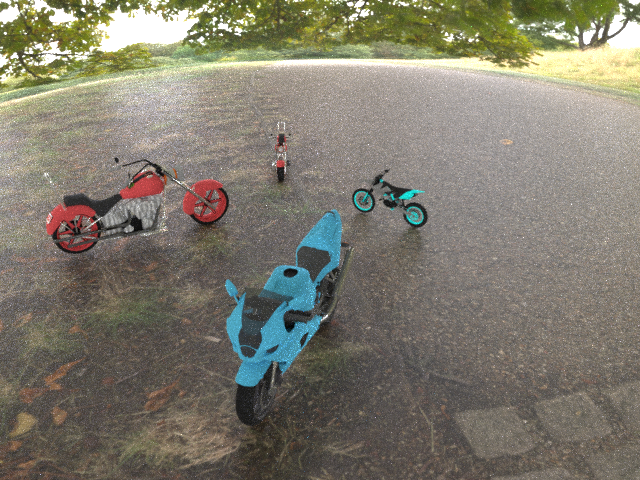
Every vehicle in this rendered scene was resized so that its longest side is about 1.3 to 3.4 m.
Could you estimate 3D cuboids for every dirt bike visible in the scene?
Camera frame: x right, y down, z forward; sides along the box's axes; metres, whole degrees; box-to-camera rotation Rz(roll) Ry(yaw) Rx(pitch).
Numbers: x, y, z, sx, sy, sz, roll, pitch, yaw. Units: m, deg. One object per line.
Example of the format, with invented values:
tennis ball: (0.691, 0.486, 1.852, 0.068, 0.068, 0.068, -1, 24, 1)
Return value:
dirt bike: (1.212, -0.736, 12.250, 1.493, 0.857, 0.527, 17, 33, 28)

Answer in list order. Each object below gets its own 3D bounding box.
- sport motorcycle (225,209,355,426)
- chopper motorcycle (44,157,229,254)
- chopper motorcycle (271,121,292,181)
sport motorcycle: (-0.325, 0.870, 8.599, 0.983, 1.596, 2.955, 10, 31, 18)
chopper motorcycle: (-2.958, -0.686, 11.519, 3.040, 1.480, 0.906, -16, 33, -26)
chopper motorcycle: (-0.796, -1.822, 14.302, 0.466, 0.761, 1.563, -1, 29, -2)
